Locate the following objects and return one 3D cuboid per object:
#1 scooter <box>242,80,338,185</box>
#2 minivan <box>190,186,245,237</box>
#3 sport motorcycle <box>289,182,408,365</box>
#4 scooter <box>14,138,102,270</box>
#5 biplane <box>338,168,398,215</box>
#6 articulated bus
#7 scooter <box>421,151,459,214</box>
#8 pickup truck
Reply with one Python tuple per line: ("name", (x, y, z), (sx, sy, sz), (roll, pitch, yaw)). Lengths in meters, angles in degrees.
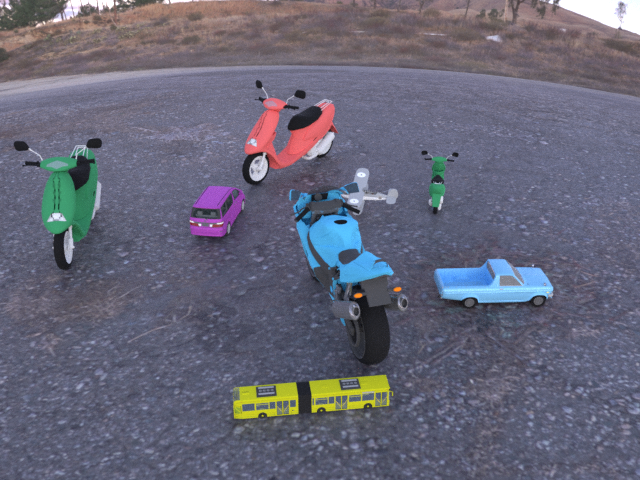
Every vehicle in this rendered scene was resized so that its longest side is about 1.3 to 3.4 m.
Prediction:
("scooter", (-0.564, -2.240, 13.842), (1.288, 1.786, 2.721), (21, 34, 35))
("minivan", (-1.724, -0.583, 11.912), (0.681, 0.616, 1.548), (4, 28, 8))
("sport motorcycle", (0.279, 0.320, 9.098), (0.983, 1.596, 2.955), (-8, 28, -15))
("scooter", (-3.966, -0.850, 11.154), (1.288, 1.786, 2.721), (-3, 27, -6))
("biplane", (0.838, -0.789, 12.432), (1.090, 0.504, 1.336), (5, 28, 10))
("articulated bus", (-0.082, 1.742, 7.771), (1.749, 0.289, 0.311), (-3, 28, -7))
("scooter", (2.118, -1.099, 12.580), (0.662, 0.919, 1.399), (5, 28, 9))
("pickup truck", (2.417, 0.577, 9.782), (1.603, 0.511, 0.640), (-1, 27, -2))
